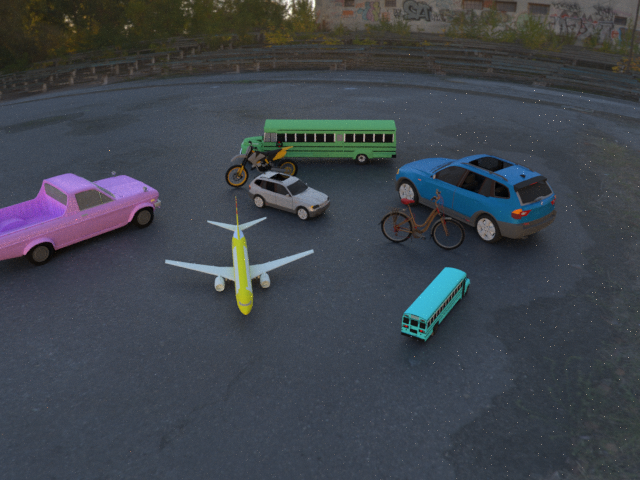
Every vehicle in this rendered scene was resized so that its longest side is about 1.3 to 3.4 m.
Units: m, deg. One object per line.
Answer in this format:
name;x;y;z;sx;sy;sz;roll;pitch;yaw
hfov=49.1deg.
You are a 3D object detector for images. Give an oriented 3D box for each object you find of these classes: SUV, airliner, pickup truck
SUV;-0.571;-0.847;12.737;1.572;0.580;0.656;16;31;29
SUV;2.667;-0.943;12.322;1.276;1.128;3.058;-19;33;-33
airliner;-1.176;0.210;10.380;2.257;0.835;2.541;-4;27;-8
pickup truck;-4.211;-0.476;11.554;1.244;0.993;3.117;24;36;39

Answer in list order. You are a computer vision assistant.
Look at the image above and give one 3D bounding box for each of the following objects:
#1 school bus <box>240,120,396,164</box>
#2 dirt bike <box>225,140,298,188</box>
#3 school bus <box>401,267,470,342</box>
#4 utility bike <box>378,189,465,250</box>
school bus;-0.048;-2.111;14.929;3.322;0.844;0.709;0;27;1
dirt bike;-1.135;-1.489;13.692;1.493;0.857;0.527;-10;29;-19
school bus;1.636;0.821;9.622;0.365;0.434;1.708;15;31;27
utility bike;1.659;-0.358;11.374;1.435;0.946;0.535;8;28;16
